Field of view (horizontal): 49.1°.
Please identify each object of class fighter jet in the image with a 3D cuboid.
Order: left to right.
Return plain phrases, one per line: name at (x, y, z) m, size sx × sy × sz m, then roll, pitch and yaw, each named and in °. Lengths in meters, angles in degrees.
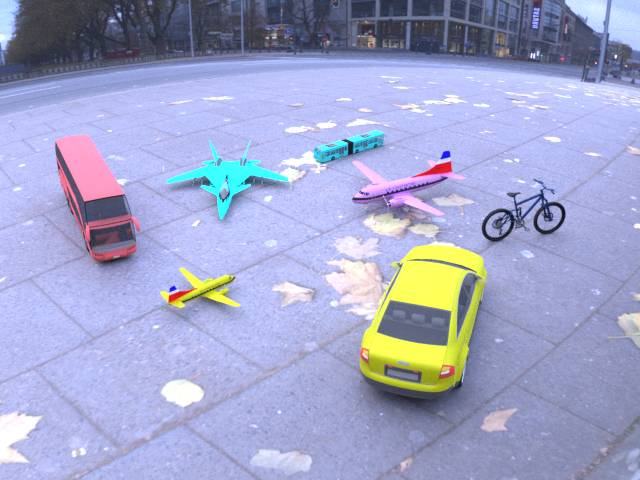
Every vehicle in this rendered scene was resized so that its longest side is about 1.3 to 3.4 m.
fighter jet at (-1.688, -1.115, 12.637) m, size 2.229 × 0.557 × 2.640 m, roll -1°, pitch 28°, yaw -2°

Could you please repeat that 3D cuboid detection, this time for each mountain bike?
mountain bike at (3.232, -0.428, 11.005) m, size 1.469 × 0.868 × 0.573 m, roll -8°, pitch 29°, yaw -14°

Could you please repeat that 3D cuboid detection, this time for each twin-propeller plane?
twin-propeller plane at (-1.591, 0.636, 9.486) m, size 1.095 × 0.407 × 1.370 m, roll -24°, pitch 36°, yaw -37°
twin-propeller plane at (1.469, -1.031, 12.227) m, size 2.129 × 0.792 × 2.663 m, roll -15°, pitch 31°, yaw -26°

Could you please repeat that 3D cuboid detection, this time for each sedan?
sedan at (1.367, 0.759, 8.683) m, size 1.235 × 0.940 × 3.137 m, roll 9°, pitch 29°, yaw 17°

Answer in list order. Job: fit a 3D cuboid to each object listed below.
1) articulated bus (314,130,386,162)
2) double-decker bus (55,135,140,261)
articulated bus at (0.630, -1.945, 14.492) m, size 1.749 × 0.289 × 0.311 m, roll -21°, pitch 34°, yaw -34°
double-decker bus at (-3.692, -0.730, 11.379) m, size 0.756 × 1.052 × 3.251 m, roll -13°, pitch 31°, yaw -23°
